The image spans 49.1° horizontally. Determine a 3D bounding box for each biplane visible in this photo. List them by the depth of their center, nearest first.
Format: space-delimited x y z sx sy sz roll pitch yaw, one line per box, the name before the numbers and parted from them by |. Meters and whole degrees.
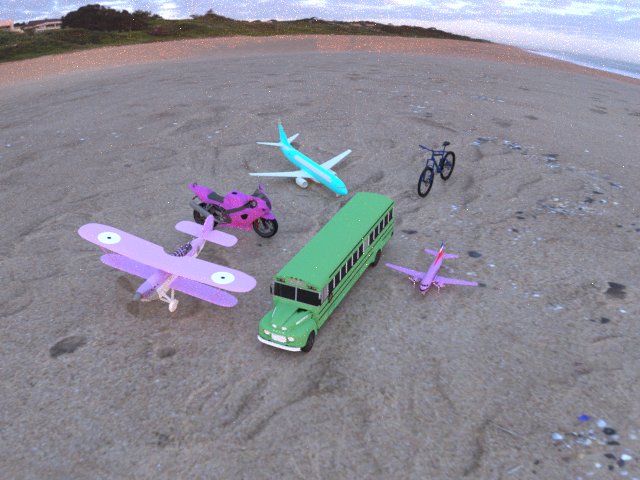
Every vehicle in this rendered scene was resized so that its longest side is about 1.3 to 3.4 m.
biplane | -1.952 0.317 9.744 2.598 0.981 2.120 10 31 18

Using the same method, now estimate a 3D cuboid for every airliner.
airliner | -0.196 -1.555 13.244 2.257 0.835 2.541 -17 33 -27

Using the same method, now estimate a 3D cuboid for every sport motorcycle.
sport motorcycle | -1.398 -0.486 11.346 1.520 0.821 0.506 9 30 15

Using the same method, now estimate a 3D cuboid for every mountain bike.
mountain bike | 2.162 -1.362 12.866 0.573 0.868 1.469 19 34 30

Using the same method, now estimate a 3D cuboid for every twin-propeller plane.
twin-propeller plane | 1.633 0.421 10.146 1.370 0.407 1.095 12 31 21

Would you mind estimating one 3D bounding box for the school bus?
school bus | 0.169 0.356 9.813 0.709 0.844 3.322 13 32 22
